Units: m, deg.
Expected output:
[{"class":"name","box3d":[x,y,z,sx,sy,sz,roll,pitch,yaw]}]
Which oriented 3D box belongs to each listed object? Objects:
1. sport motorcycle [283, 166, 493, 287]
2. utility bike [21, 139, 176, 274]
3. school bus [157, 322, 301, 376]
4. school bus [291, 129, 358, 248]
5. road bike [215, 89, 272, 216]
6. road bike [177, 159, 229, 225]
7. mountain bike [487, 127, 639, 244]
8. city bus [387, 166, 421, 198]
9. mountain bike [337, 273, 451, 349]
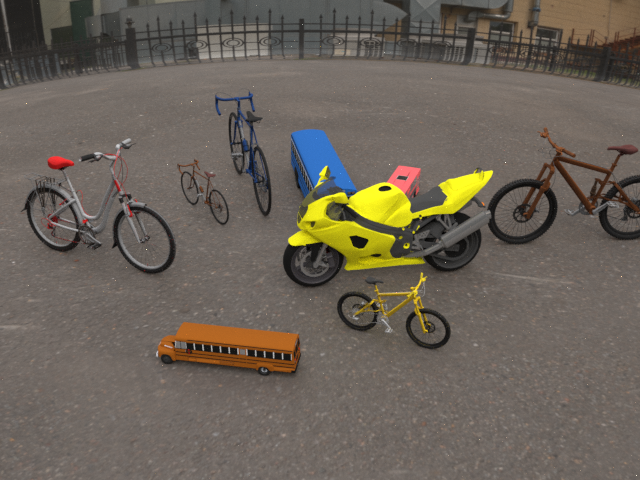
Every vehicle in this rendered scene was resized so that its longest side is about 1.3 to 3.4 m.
[{"class":"sport motorcycle","box3d":[0.935,-0.178,9.683,2.955,1.596,0.983,-6,29,-11]},{"class":"utility bike","box3d":[-3.244,-0.565,10.137,2.791,1.839,1.039,12,31,21]},{"class":"school bus","box3d":[-1.093,1.268,8.248,1.708,0.434,0.365,5,29,9]},{"class":"school bus","box3d":[0.070,-0.927,11.839,0.709,0.844,3.322,-5,29,-9]},{"class":"road bike","box3d":[-1.271,-1.611,12.243,0.696,1.656,3.004,-9,30,-16]},{"class":"road bike","box3d":[-1.942,-0.826,11.644,0.358,0.852,1.545,-21,35,-33]},{"class":"mountain bike","box3d":[3.960,-0.728,10.593,2.857,1.688,1.114,-2,29,-4]},{"class":"city bus","box3d":[1.306,-0.727,11.873,0.476,0.460,1.674,10,30,18]},{"class":"mountain bike","box3d":[0.890,0.851,8.559,1.469,0.868,0.573,12,31,21]}]
